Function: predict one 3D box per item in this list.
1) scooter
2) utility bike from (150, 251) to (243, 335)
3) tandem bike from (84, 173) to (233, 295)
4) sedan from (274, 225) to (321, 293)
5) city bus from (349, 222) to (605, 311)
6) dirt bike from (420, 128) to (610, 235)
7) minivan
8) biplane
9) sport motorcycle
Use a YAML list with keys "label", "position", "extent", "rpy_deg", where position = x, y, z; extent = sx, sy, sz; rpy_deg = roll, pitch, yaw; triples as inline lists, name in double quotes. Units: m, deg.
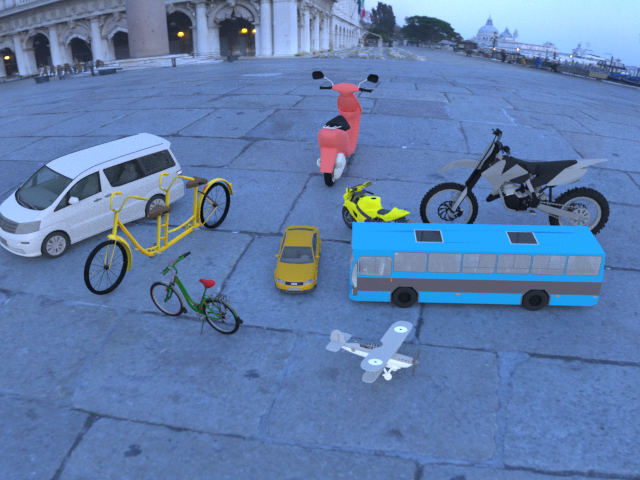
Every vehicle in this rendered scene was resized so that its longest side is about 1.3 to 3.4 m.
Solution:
- label: "scooter"
  position: [0.407, -2.229, 13.376]
  extent: [1.288, 1.786, 2.721]
  rpy_deg: [6, 28, 11]
- label: "utility bike"
  position: [-1.602, 0.705, 8.707]
  extent: [1.435, 0.946, 0.535]
  rpy_deg: [14, 31, 24]
- label: "tandem bike"
  position: [-2.274, -0.345, 10.293]
  extent: [0.550, 1.326, 3.192]
  rpy_deg: [16, 32, 27]
- label: "sedan"
  position: [-0.310, 0.210, 10.143]
  extent: [0.635, 0.483, 1.613]
  rpy_deg: [1, 28, 3]
- label: "city bus"
  position: [2.028, 0.352, 9.433]
  extent: [3.255, 0.894, 0.926]
  rpy_deg: [1, 28, 2]
- label: "dirt bike"
  position: [3.010, -0.759, 10.713]
  extent: [2.903, 1.666, 1.024]
  rpy_deg: [2, 28, 4]
- label: "minivan"
  position: [-3.683, -0.771, 11.239]
  extent: [1.324, 1.197, 3.011]
  rpy_deg: [23, 36, 37]
- label: "biplane"
  position: [0.626, 1.282, 8.085]
  extent: [1.090, 0.504, 1.336]
  rpy_deg: [12, 30, 21]
- label: "sport motorcycle"
  position: [0.841, -0.358, 10.858]
  extent: [0.506, 0.821, 1.520]
  rpy_deg: [-19, 33, -32]
